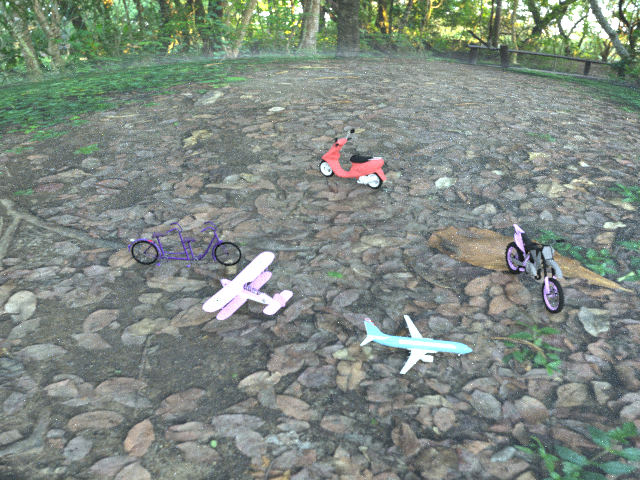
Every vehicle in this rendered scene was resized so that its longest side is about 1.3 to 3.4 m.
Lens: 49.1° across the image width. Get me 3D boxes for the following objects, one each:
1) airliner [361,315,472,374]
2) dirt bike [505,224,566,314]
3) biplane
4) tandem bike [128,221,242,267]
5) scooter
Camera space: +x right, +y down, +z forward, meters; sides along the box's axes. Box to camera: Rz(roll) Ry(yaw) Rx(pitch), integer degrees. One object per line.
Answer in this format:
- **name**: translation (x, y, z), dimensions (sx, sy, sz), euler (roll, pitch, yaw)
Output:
- **airliner**: translation (1.149, 1.150, 8.279), dimensions (1.307, 0.429, 1.161), euler (4, 28, 7)
- **dirt bike**: translation (2.890, 0.318, 9.389), dimensions (0.527, 0.857, 1.493), euler (-6, 29, -12)
- **biplane**: translation (-0.902, 0.695, 9.057), dimensions (1.090, 0.504, 1.336), euler (17, 33, 29)
- **tandem bike**: translation (-1.950, 0.068, 10.047), dimensions (1.642, 0.682, 0.283), euler (1, 28, 2)
- **scooter**: translation (0.578, -1.460, 12.669), dimensions (1.399, 0.919, 0.662), euler (17, 32, 29)
